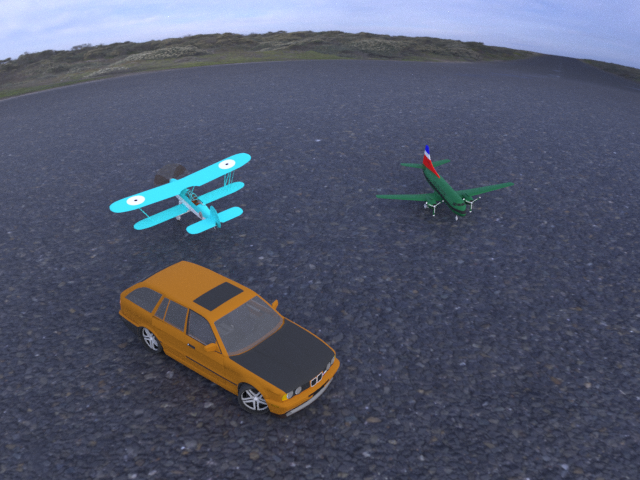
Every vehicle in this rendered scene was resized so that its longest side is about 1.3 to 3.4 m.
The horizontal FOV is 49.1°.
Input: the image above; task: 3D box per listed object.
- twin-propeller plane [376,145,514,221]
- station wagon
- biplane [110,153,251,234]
[{"bbox_3d":[2.264,-1.057,12.937,2.663,0.792,2.129,-6,30,-11],"label":"twin-propeller plane"},{"bbox_3d":[-1.210,1.108,8.901,3.105,0.920,1.327,21,35,33],"label":"station wagon"},{"bbox_3d":[-2.196,-0.634,11.978,2.598,0.981,2.120,-17,33,-28],"label":"biplane"}]
